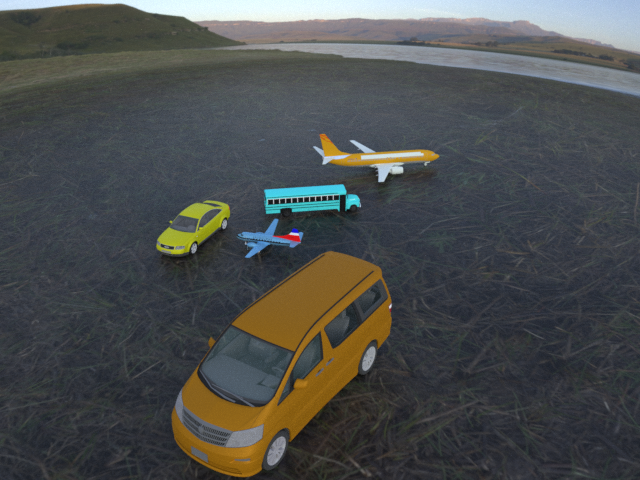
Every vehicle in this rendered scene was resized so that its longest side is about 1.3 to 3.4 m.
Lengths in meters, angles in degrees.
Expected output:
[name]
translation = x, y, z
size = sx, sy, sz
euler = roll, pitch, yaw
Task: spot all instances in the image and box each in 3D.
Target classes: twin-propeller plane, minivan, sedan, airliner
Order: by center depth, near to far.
[minivan]
translation = -0.346, 1.266, 7.892
size = 1.324, 1.197, 3.011
euler = 18, 33, 30
[twin-propeller plane]
translation = -0.829, -0.056, 11.182
size = 1.095, 0.407, 1.370
euler = 8, 29, 14
[sedan]
translation = -2.061, -0.250, 11.461
size = 0.635, 0.483, 1.613
euler = 12, 30, 21
[airliner]
translation = 1.191, -1.797, 13.965
size = 2.541, 0.835, 2.257
euler = -6, 29, -10

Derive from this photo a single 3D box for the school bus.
[school bus]
translation = -0.129, -0.708, 12.365
size = 1.708, 0.434, 0.365
euler = -4, 29, -8
